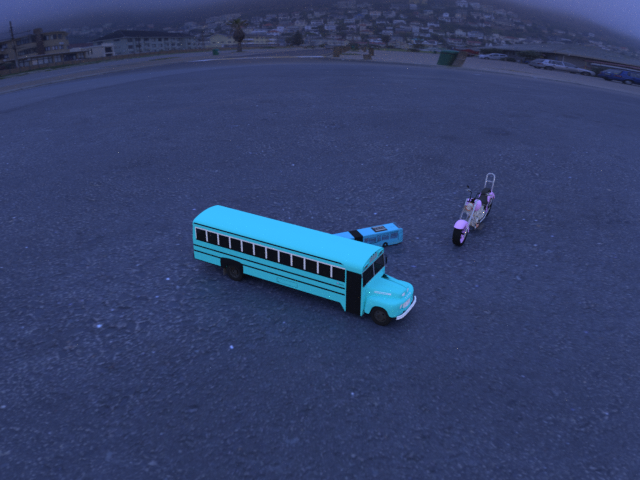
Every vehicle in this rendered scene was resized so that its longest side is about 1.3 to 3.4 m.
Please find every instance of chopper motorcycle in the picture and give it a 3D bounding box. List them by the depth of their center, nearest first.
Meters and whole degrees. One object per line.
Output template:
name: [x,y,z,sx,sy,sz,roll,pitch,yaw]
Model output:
chopper motorcycle: [2.509,-0.508,11.371,0.466,0.761,1.563,15,31,27]

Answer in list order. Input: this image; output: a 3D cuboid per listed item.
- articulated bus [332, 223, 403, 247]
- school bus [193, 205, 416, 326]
articulated bus: [0.456,0.034,10.841,1.749,0.289,0.311,-11,29,-20]
school bus: [-0.263,0.296,9.733,3.322,0.844,0.709,15,31,26]
